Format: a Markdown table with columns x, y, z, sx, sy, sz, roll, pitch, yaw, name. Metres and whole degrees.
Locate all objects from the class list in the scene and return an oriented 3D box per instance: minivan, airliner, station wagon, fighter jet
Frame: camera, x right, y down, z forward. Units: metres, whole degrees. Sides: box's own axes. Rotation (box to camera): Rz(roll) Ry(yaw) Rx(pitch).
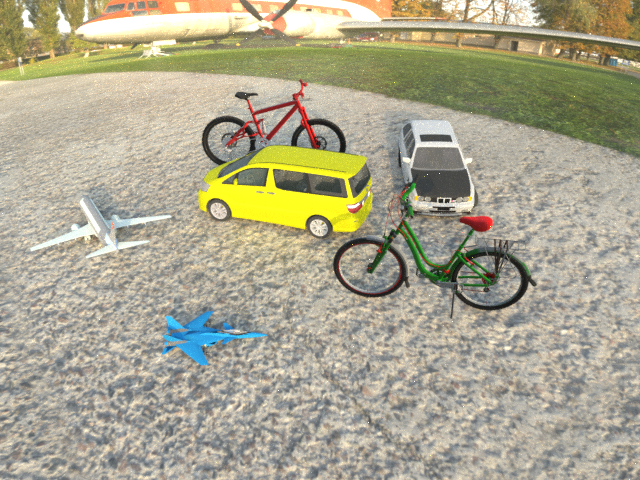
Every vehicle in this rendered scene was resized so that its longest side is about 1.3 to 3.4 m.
| x | y | z | sx | sy | sz | roll | pitch | yaw | name |
| --- | --- | --- | --- | --- | --- | --- | --- | --- | --- |
| -0.633 | -0.937 | 11.984 | 3.011 | 1.197 | 1.324 | 10 | 31 | 17 | minivan |
| -3.637 | -0.413 | 11.439 | 2.257 | 0.835 | 2.541 | -16 | 34 | -25 | airliner |
| 2.153 | -1.472 | 13.187 | 1.327 | 0.920 | 3.105 | 1 | 30 | 1 | station wagon |
| -1.370 | 1.208 | 9.181 | 1.358 | 0.286 | 1.147 | -2 | 30 | -4 | fighter jet |

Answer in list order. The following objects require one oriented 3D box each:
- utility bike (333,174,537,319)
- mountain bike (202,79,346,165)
| x | y | z | sx | sy | sz | roll | pitch | yaw | name |
| --- | --- | --- | --- | --- | --- | --- | --- | --- | --- |
| 1.537 | 0.188 | 9.395 | 2.791 | 1.839 | 1.039 | 5 | 30 | 9 | utility bike |
| -0.911 | -2.145 | 13.584 | 2.857 | 1.688 | 1.114 | 2 | 30 | 4 | mountain bike |
